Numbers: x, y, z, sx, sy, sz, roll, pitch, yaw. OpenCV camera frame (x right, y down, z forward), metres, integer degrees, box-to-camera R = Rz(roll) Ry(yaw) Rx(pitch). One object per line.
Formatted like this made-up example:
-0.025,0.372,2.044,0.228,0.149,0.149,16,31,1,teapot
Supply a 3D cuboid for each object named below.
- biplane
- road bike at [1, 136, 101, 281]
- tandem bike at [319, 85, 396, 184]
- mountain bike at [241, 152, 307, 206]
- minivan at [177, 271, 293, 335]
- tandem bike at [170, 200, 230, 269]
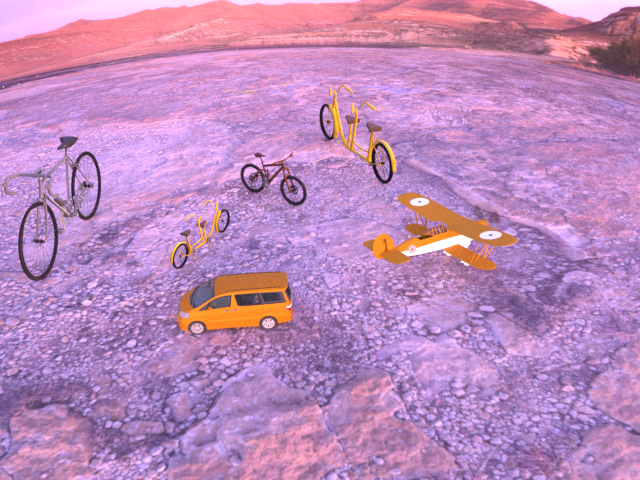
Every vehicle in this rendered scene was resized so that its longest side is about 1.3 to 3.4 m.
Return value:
1.686,-0.030,10.460,2.120,0.981,2.598,-15,33,-23,biplane
-4.008,-0.660,10.867,0.697,1.656,3.004,3,30,4,road bike
0.677,-2.188,13.807,0.550,1.326,3.192,-13,33,-21,tandem bike
-0.847,-1.128,12.448,1.469,0.868,0.573,19,35,29,mountain bike
-1.146,0.815,9.376,1.548,0.616,0.681,-3,30,-6,minivan
-1.863,-0.147,10.955,0.283,0.682,1.642,13,33,22,tandem bike
